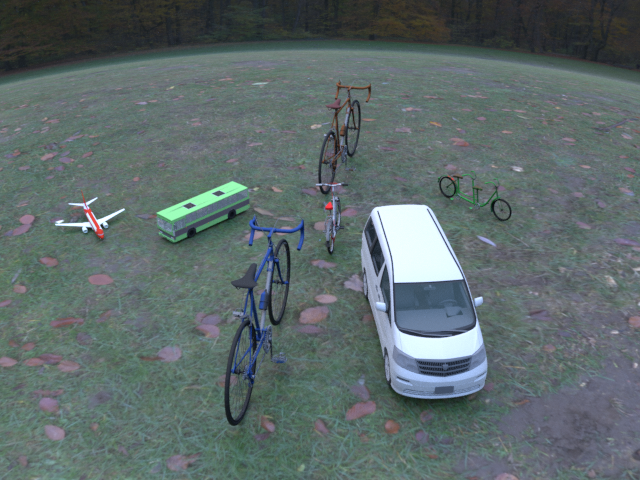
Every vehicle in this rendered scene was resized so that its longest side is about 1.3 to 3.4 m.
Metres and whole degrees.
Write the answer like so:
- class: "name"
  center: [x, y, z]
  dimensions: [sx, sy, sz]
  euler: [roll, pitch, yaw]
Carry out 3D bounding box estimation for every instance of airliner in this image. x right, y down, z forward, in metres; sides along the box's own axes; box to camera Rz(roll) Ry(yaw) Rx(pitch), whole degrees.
- class: "airliner"
  center: [-3.837, -0.416, 11.770]
  dimensions: [1.161, 0.429, 1.307]
  euler: [-15, 33, -25]

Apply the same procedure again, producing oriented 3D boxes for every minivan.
- class: "minivan"
  center: [1.271, 0.685, 9.065]
  dimensions: [1.324, 1.197, 3.011]
  euler: [-3, 30, -4]

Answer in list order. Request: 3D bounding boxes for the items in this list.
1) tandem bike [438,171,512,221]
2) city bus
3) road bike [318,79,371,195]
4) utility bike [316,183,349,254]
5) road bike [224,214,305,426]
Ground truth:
- class: "tandem bike"
  center: [2.707, -0.870, 12.312]
  dimensions: [0.283, 0.682, 1.642]
  euler: [-23, 37, -34]
- class: "city bus"
  center: [-1.948, -0.477, 11.846]
  dimensions: [0.476, 0.460, 1.674]
  euler: [24, 38, 36]
- class: "road bike"
  center: [0.415, -2.058, 13.412]
  dimensions: [0.696, 1.656, 3.004]
  euler: [8, 31, 14]
- class: "utility bike"
  center: [0.170, -0.418, 11.253]
  dimensions: [0.535, 0.946, 1.435]
  euler: [4, 30, 7]
- class: "road bike"
  center: [-0.700, 0.797, 8.406]
  dimensions: [0.696, 1.656, 3.004]
  euler: [5, 30, 9]
